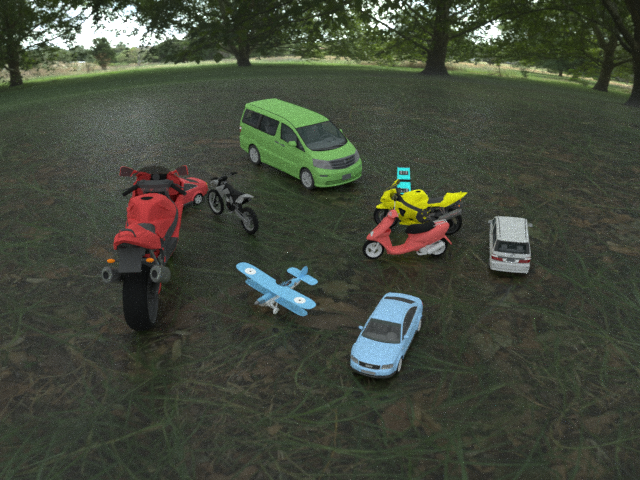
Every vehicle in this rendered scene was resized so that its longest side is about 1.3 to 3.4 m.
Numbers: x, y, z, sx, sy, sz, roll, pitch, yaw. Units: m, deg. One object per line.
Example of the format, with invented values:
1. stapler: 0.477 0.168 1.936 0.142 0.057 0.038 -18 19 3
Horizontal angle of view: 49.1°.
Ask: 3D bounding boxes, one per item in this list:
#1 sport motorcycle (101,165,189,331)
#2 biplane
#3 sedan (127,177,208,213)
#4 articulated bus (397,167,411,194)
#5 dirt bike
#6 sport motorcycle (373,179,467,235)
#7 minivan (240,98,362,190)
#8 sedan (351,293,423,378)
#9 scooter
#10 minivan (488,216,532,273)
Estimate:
1. sport motorcycle: -2.355 -0.014 9.741 0.983 1.596 2.955 -1 26 -3
2. biplane: -0.503 0.676 9.570 1.336 0.504 1.090 19 32 34
3. sedan: -2.747 -0.804 12.638 0.635 0.483 1.613 20 33 36
4. articulated bus: 1.572 -0.960 13.181 0.311 0.289 1.749 2 26 5
5. dirt bike: -1.516 -0.664 11.923 0.527 0.857 1.493 -20 33 -36
6. sport motorcycle: 1.650 -0.521 11.670 1.520 0.821 0.506 6 27 12
7. minivan: -0.429 -2.000 14.281 1.324 1.197 3.011 -19 32 -34
8. sedan: 0.847 1.112 8.698 0.635 0.483 1.613 10 28 19
9. scooter: 1.353 -0.142 10.778 1.399 0.919 0.662 -2 26 -5
10. minivan: 2.951 -0.028 10.890 0.681 0.616 1.548 6 26 11
